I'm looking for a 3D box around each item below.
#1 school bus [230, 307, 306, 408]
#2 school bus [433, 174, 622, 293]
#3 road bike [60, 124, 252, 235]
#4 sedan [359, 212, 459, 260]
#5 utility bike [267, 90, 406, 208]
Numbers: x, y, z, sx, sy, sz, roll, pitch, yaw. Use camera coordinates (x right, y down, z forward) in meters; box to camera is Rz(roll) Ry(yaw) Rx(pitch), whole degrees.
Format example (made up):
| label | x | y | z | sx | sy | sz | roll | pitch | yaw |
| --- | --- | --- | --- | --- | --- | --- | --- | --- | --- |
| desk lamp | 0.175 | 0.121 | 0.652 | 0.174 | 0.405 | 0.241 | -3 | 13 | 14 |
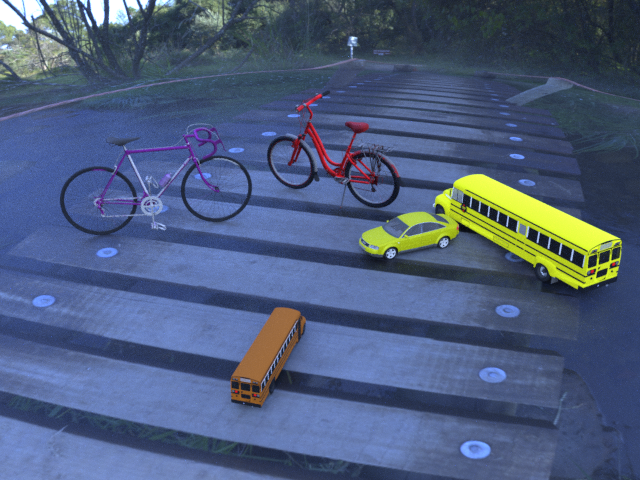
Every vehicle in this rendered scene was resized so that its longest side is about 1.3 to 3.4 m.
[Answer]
| label | x | y | z | sx | sy | sz | roll | pitch | yaw |
| --- | --- | --- | --- | --- | --- | --- | --- | --- | --- |
| school bus | -0.547 | 1.255 | 8.039 | 0.365 | 0.434 | 1.708 | 7 | 27 | 14 |
| school bus | 2.948 | -0.236 | 10.579 | 0.709 | 0.844 | 3.322 | -14 | 30 | -26 |
| road bike | -2.569 | -0.938 | 11.080 | 3.004 | 1.656 | 0.697 | -7 | 27 | -14 |
| sedan | 1.372 | -0.123 | 10.758 | 1.613 | 0.483 | 0.635 | -11 | 28 | -21 |
| utility bike | 0.172 | -1.515 | 12.036 | 2.791 | 1.839 | 1.039 | 15 | 30 | 27 |
